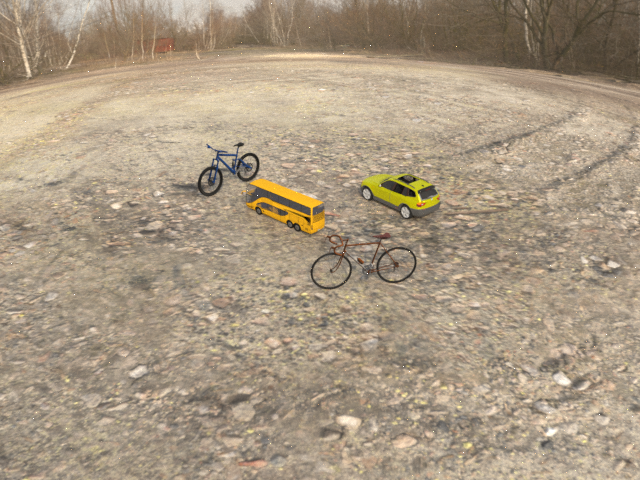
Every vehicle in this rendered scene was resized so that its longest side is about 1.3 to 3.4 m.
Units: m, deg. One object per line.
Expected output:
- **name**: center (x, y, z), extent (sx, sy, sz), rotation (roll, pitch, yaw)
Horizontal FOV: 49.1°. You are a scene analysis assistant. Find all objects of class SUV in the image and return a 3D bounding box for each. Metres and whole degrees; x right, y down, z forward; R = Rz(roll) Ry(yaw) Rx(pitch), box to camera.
- **SUV**: center (1.400, -0.874, 12.292), extent (0.656, 0.580, 1.572), rotation (-21, 35, -34)

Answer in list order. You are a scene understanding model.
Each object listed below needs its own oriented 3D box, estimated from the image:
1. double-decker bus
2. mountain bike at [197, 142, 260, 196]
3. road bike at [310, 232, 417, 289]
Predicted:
- **double-decker bus**: center (-0.626, -0.594, 11.816), extent (1.672, 0.541, 0.389), rotation (23, 36, 36)
- **mountain bike**: center (-1.673, -1.358, 12.883), extent (0.573, 0.868, 1.469), rotation (24, 36, 37)
- **road bike**: center (0.627, 0.287, 9.860), extent (1.545, 0.852, 0.358), rotation (-5, 29, -9)
